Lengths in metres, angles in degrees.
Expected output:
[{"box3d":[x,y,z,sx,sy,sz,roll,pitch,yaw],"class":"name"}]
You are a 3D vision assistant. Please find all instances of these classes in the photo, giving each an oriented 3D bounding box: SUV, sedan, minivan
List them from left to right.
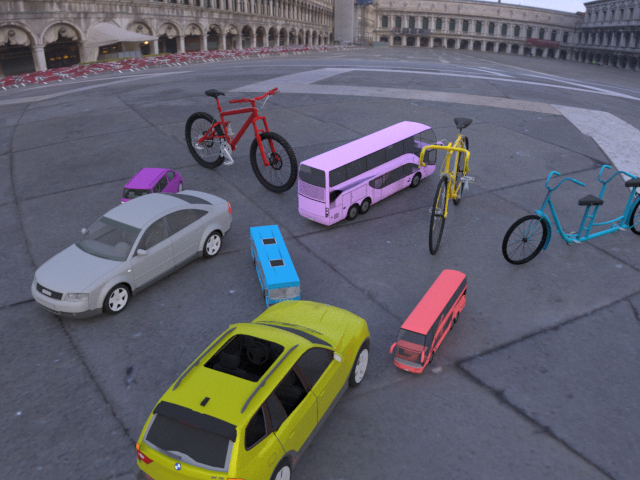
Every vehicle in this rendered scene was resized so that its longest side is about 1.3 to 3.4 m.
[{"box3d":[-2.505,0.020,9.656,1.235,0.940,3.137,17,32,29],"class":"sedan"},{"box3d":[-2.794,-0.881,11.758,0.681,0.616,1.548,3,27,7],"class":"minivan"},{"box3d":[-0.511,1.370,6.828,1.276,1.128,3.058,12,30,22],"class":"SUV"}]

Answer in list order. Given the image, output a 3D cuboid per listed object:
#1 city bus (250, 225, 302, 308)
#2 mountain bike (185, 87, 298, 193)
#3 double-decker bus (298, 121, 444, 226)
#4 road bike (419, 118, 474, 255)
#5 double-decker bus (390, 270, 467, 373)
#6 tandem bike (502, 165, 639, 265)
[{"box3d":[-0.631,0.367,9.505,0.476,0.460,1.674,-6,28,-11],"class":"city bus"},{"box3d":[-1.487,-1.871,12.510,2.857,1.688,1.114,21,34,35],"class":"mountain bike"},{"box3d":[0.920,-1.213,11.926,0.756,1.052,3.251,22,34,36],"class":"double-decker bus"},{"box3d":[2.037,-0.971,10.797,0.696,1.656,3.004,9,29,18],"class":"road bike"},{"box3d":[1.328,0.947,8.290,0.389,0.541,1.672,14,30,25],"class":"double-decker bus"},{"box3d":[3.992,-0.459,10.162,3.192,1.326,0.550,-12,29,-21],"class":"tandem bike"}]
